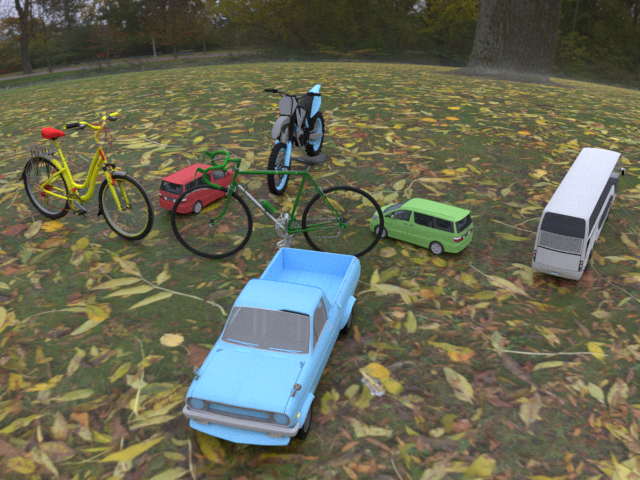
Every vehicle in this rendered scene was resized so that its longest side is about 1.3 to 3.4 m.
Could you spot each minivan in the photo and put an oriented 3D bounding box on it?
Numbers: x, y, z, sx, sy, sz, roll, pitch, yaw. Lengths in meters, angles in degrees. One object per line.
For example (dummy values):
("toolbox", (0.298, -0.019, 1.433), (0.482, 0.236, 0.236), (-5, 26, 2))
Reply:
("minivan", (-2.014, -0.947, 11.835), (0.681, 0.616, 1.548), (16, 31, 28))
("minivan", (1.500, -0.274, 10.521), (1.548, 0.616, 0.681), (18, 32, 31))

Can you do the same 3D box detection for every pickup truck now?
("pickup truck", (-0.392, 0.931, 7.754), (1.244, 0.993, 3.117), (7, 28, 13))

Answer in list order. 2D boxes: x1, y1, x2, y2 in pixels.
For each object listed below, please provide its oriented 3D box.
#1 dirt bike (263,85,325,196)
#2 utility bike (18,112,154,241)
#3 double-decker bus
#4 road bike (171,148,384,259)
("dirt bike", (-0.386, -1.975, 12.689), (1.024, 1.666, 2.903), (8, 28, 15))
("utility bike", (-3.612, -1.065, 10.724), (2.791, 1.839, 1.039), (14, 30, 25))
("double-decker bus", (3.933, -0.511, 10.505), (0.756, 1.052, 3.251), (14, 30, 25))
("road bike", (-0.603, -0.458, 9.739), (3.004, 1.656, 0.697), (1, 27, 1))
